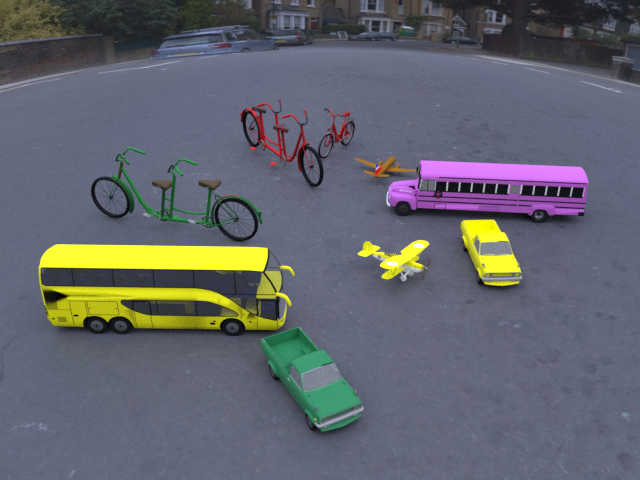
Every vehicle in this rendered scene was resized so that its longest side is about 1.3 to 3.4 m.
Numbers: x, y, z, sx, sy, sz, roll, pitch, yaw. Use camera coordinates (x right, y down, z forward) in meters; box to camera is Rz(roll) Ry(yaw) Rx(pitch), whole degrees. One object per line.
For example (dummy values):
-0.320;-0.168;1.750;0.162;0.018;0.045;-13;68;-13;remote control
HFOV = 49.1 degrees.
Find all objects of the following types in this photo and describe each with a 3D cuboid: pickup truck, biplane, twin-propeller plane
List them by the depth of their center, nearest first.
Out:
-0.131;1.555;8.211;0.640;0.511;1.603;-15;33;-25;pickup truck
1.121;0.286;10.428;1.090;0.504;1.336;18;34;28;biplane
2.596;0.120;10.709;0.640;0.511;1.603;-1;30;-2;pickup truck
1.266;-1.455;13.557;1.370;0.407;1.095;13;32;22;twin-propeller plane

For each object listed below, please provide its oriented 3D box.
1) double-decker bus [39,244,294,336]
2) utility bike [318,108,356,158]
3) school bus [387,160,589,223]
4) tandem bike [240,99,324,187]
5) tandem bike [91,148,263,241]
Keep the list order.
-1.981;0.641;9.259;3.251;1.052;0.756;1;30;1;double-decker bus
0.411;-2.261;14.420;0.535;0.946;1.435;18;35;29;utility bike
2.830;-0.867;12.094;3.322;0.844;0.709;3;30;5;school bus
-0.811;-2.101;13.760;0.550;1.326;3.192;-18;34;-28;tandem bike
-2.417;-0.751;11.408;3.192;1.326;0.550;10;31;17;tandem bike
